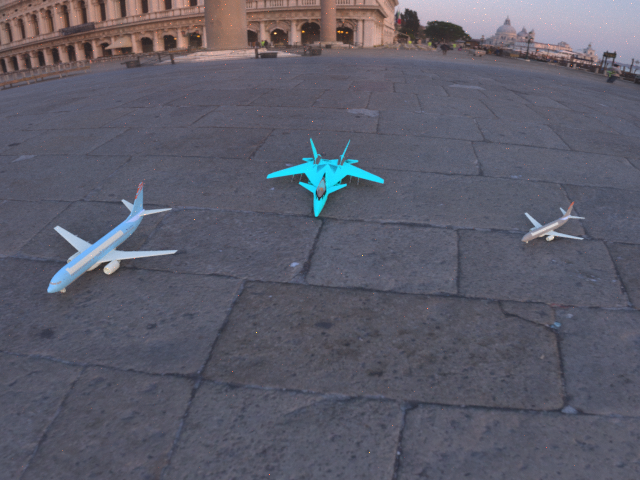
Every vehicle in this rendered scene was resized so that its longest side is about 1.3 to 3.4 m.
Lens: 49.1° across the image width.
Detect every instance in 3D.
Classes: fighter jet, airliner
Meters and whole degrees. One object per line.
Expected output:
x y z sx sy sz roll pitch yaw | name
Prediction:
0.075 -1.185 13.095 2.229 0.557 2.640 3 29 5 | fighter jet
3.784 -0.283 11.589 1.307 0.429 1.161 -20 34 -31 | airliner
-3.358 -0.049 10.744 2.257 0.835 2.541 10 31 18 | airliner
